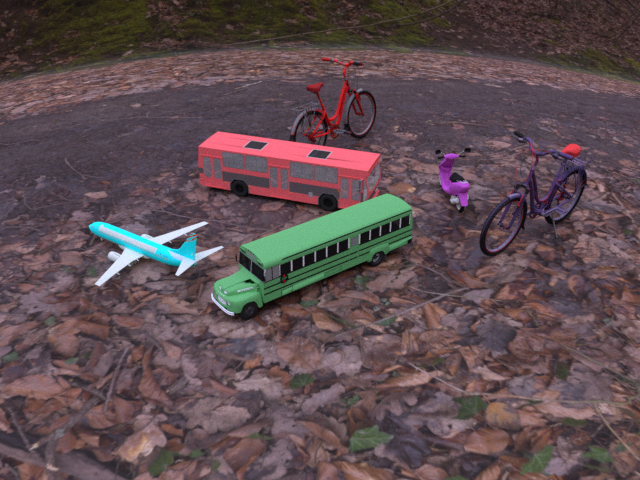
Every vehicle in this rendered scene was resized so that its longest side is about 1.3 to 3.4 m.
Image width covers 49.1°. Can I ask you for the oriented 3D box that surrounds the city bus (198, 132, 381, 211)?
[{"bbox_3d":[-0.571,-1.226,12.718,3.255,0.894,0.926,10,32,17],"label":"city bus"}]

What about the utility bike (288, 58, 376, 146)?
[{"bbox_3d":[0.223,-2.760,14.415,1.039,1.839,2.791,24,38,35],"label":"utility bike"}]

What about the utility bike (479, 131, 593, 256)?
[{"bbox_3d":[3.577,-0.789,11.029,2.791,1.839,1.039,-22,37,-33],"label":"utility bike"}]

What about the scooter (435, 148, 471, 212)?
[{"bbox_3d":[2.394,-1.143,12.551,0.662,0.919,1.399,-4,30,-7],"label":"scooter"}]

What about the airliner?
[{"bbox_3d":[-2.757,-0.068,10.788,2.541,0.835,2.257,19,35,30],"label":"airliner"}]

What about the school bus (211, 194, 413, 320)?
[{"bbox_3d":[-0.061,0.189,10.339,3.322,0.844,0.709,-21,36,-31],"label":"school bus"}]
